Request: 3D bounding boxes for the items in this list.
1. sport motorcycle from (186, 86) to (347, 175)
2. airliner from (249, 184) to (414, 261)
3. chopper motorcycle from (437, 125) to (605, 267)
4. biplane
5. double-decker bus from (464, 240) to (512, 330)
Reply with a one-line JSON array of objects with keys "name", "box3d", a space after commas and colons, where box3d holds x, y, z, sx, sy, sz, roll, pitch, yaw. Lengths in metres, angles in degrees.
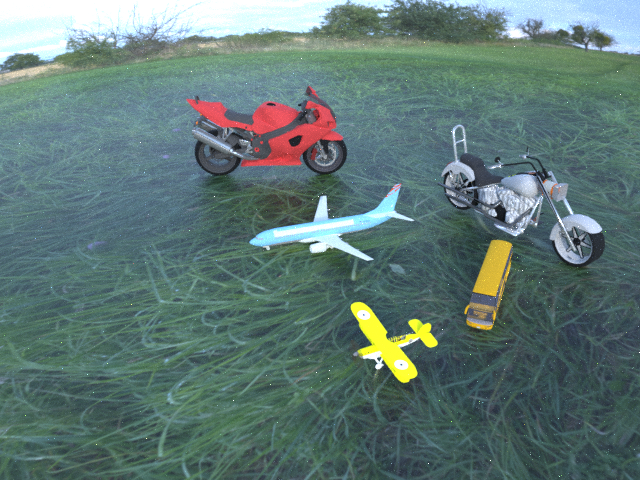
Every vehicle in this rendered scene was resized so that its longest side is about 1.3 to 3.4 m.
[{"name": "sport motorcycle", "box3d": [-0.960, -1.969, 13.124, 2.955, 1.596, 0.983, 0, 29, -1]}, {"name": "airliner", "box3d": [0.125, -0.352, 11.012, 2.541, 0.835, 2.257, -9, 30, -15]}, {"name": "chopper motorcycle", "box3d": [3.128, -0.737, 11.040, 0.906, 1.480, 3.040, -21, 35, -33]}, {"name": "biplane", "box3d": [0.889, 1.262, 8.464, 1.090, 0.504, 1.336, -14, 32, -23]}, {"name": "double-decker bus", "box3d": [2.339, 0.605, 9.601, 0.389, 0.541, 1.672, 11, 31, 19]}]
